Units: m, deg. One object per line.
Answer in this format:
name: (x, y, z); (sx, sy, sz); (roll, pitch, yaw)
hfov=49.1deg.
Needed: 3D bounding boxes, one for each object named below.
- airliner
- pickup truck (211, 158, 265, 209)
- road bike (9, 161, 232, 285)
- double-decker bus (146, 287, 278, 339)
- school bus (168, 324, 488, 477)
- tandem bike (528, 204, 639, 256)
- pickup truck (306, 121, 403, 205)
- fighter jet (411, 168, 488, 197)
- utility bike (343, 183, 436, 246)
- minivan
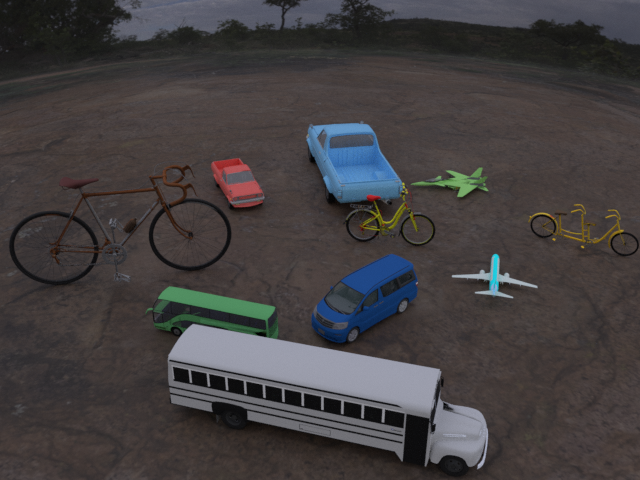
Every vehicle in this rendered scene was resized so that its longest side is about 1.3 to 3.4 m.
airliner: (2.460, 0.425, 9.821); (1.161, 0.429, 1.307); (7, 30, 12)
pickup truck: (-1.483, -1.074, 12.430); (0.640, 0.511, 1.603); (-10, 31, -18)
road bike: (-2.742, -0.189, 9.664); (3.004, 1.656, 0.697); (-6, 30, -10)
double-decker bus: (-1.339, 0.973, 8.722); (1.672, 0.541, 0.389); (9, 30, 16)
school bus: (0.070, 1.613, 7.260); (3.322, 0.844, 0.709); (8, 30, 14)
tandem bike: (4.023, -0.204, 10.692); (1.642, 0.682, 0.283); (15, 32, 25)
pickup truck: (0.550, -1.522, 12.739); (1.244, 0.993, 3.117); (-5, 30, -9)
fighter jet: (2.327, -1.094, 12.697); (1.358, 0.286, 1.147); (-1, 29, -1)
utility bike: (1.068, -0.395, 10.763); (1.435, 0.946, 0.535); (5, 29, 8)
minivan: (0.585, 0.740, 9.064); (1.548, 0.616, 0.681); (-24, 37, -36)
